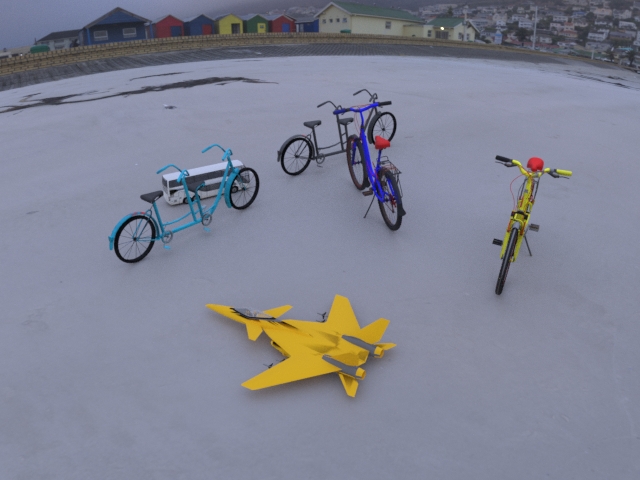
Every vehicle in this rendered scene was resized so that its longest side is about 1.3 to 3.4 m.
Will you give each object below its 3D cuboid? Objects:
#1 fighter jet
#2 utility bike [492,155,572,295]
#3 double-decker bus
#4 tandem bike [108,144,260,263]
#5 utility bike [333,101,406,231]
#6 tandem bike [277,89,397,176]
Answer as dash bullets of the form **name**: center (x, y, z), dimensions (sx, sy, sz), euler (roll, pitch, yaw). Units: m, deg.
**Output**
- **fighter jet**: center (-0.444, 1.073, 8.943), dimensions (2.640, 0.557, 2.229), euler (16, 33, 27)
- **utility bike**: center (3.072, -0.440, 10.359), dimensions (1.039, 1.839, 2.791), euler (11, 31, 19)
- **double-decker bus**: center (-2.048, -1.069, 12.844), dimensions (1.672, 0.541, 0.389), euler (-16, 33, -26)
- **tandem bike**: center (-2.103, -0.680, 11.326), dimensions (0.550, 1.326, 3.192), euler (21, 35, 34)
- **utility bike**: center (0.822, -1.353, 12.014), dimensions (1.039, 1.839, 2.791), euler (-8, 30, -14)
- **tandem bike**: center (0.419, -2.216, 14.110), dimensions (3.192, 1.326, 0.550), euler (-22, 36, -34)
